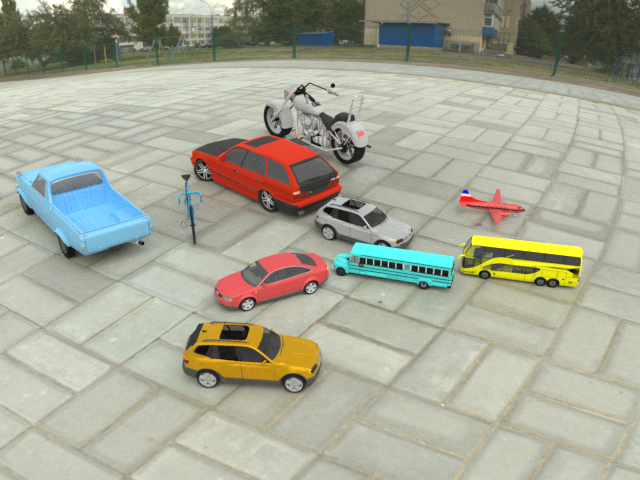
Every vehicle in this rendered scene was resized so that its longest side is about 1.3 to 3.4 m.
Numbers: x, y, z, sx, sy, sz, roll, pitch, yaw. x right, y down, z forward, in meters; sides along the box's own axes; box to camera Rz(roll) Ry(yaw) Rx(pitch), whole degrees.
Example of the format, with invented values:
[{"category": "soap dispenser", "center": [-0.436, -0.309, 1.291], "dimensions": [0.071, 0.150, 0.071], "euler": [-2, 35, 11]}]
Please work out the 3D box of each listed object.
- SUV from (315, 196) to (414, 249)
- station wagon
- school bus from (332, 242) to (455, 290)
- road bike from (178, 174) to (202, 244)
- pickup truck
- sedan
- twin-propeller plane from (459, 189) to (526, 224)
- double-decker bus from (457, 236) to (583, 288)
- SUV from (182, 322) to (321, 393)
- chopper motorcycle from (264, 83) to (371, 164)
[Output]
[{"category": "SUV", "center": [0.676, -0.257, 10.825], "dimensions": [1.572, 0.580, 0.656], "euler": [17, 32, 28]}, {"category": "station wagon", "center": [-1.065, -1.358, 12.529], "dimensions": [1.327, 0.920, 3.105], "euler": [-25, 37, -38]}, {"category": "school bus", "center": [1.017, 0.351, 9.839], "dimensions": [1.708, 0.434, 0.365], "euler": [8, 29, 15]}, {"category": "road bike", "center": [-2.068, -0.556, 11.098], "dimensions": [0.358, 0.852, 1.545], "euler": [-7, 29, -12]}, {"category": "pickup truck", "center": [-3.828, -0.634, 11.095], "dimensions": [1.244, 0.993, 3.117], "euler": [-20, 34, -33]}, {"category": "sedan", "center": [-0.654, 0.502, 9.504], "dimensions": [1.613, 0.483, 0.635], "euler": [-14, 31, -24]}, {"category": "twin-propeller plane", "center": [2.875, -0.611, 11.673], "dimensions": [1.095, 0.407, 1.370], "euler": [6, 29, 11]}, {"category": "double-decker bus", "center": [2.788, 0.293, 9.834], "dimensions": [1.672, 0.541, 0.389], "euler": [7, 29, 13]}, {"category": "SUV", "center": [-0.769, 1.283, 7.935], "dimensions": [1.572, 0.580, 0.656], "euler": [2, 28, 4]}, {"category": "chopper motorcycle", "center": [-0.157, -2.504, 14.085], "dimensions": [0.906, 1.480, 3.040], "euler": [-22, 35, -35]}]
